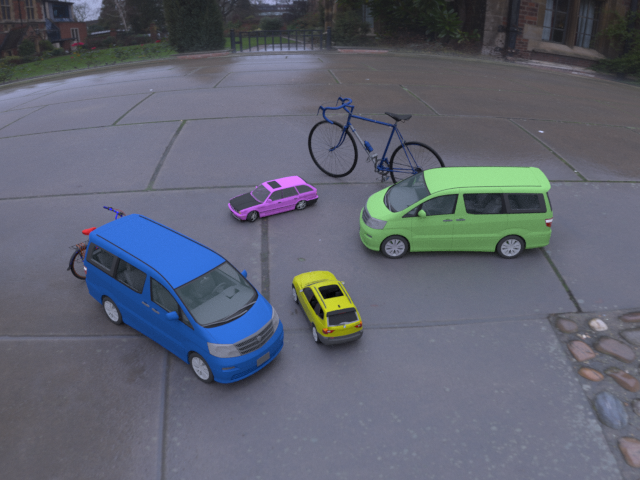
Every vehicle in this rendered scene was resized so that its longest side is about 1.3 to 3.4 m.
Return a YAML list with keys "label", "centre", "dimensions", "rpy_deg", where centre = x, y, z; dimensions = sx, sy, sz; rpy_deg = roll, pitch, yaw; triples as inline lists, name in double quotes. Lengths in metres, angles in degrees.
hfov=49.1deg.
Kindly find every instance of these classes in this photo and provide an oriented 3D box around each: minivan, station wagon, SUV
- label: "minivan"
  centre: [-1.834, 0.694, 9.214]
  dimensions: [3.011, 1.197, 1.324]
  rpy_deg: [23, 37, 34]
- label: "station wagon"
  centre: [-0.842, -0.770, 12.465]
  dimensions: [1.597, 0.473, 0.682]
  rpy_deg: [-15, 33, -24]
- label: "minivan"
  centre: [2.150, -0.493, 11.264]
  dimensions: [3.011, 1.197, 1.324]
  rpy_deg: [0, 30, 0]
- label: "SUV"
  centre: [0.086, 0.832, 9.590]
  dimensions: [0.656, 0.580, 1.572]
  rpy_deg: [-9, 31, -15]

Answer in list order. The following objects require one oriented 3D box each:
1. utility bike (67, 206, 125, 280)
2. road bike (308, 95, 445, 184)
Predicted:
- label: "utility bike"
  centre: [-3.242, 0.005, 10.654]
  dimensions: [1.435, 0.946, 0.535]
  rpy_deg: [-26, 39, -37]
- label: "road bike"
  centre: [0.992, -1.694, 12.880]
  dimensions: [3.004, 1.656, 0.696]
  rpy_deg: [20, 35, 30]
